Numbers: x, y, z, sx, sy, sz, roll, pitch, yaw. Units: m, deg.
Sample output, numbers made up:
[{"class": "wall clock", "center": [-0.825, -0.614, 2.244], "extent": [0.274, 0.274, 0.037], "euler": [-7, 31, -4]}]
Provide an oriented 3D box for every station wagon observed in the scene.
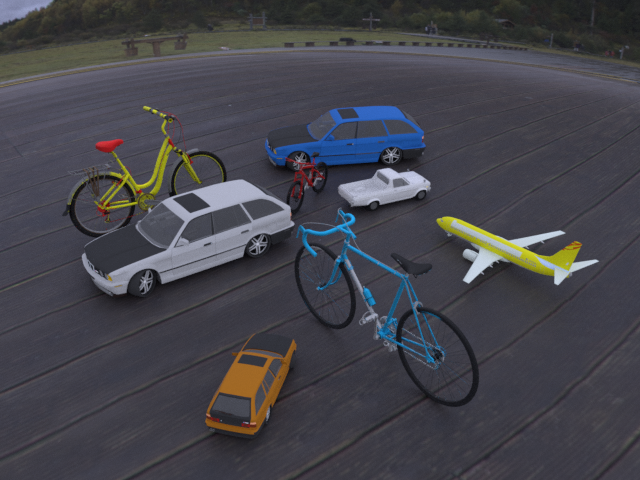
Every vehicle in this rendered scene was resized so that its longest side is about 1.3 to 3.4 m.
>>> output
[{"class": "station wagon", "center": [0.468, -2.053, 13.747], "extent": [3.105, 0.920, 1.327], "euler": [-5, 30, -9]}, {"class": "station wagon", "center": [-1.919, -0.134, 10.311], "extent": [3.105, 0.920, 1.327], "euler": [-20, 35, -31]}, {"class": "station wagon", "center": [-0.729, 1.507, 7.832], "extent": [0.682, 0.473, 1.597], "euler": [7, 30, 13]}]

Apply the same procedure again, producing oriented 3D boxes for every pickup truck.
[{"class": "pickup truck", "center": [1.128, -0.926, 12.148], "extent": [1.603, 0.511, 0.640], "euler": [-13, 32, -22]}]

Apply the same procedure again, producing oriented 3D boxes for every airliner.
[{"class": "airliner", "center": [2.675, -0.048, 10.244], "extent": [2.257, 0.835, 2.541], "euler": [-22, 36, -33]}]

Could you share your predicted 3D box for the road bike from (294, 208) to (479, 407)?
[{"class": "road bike", "center": [0.648, 0.706, 8.053], "extent": [0.696, 1.656, 3.004], "euler": [-23, 36, -34]}]

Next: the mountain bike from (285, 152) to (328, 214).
[{"class": "mountain bike", "center": [-0.209, -1.051, 12.006], "extent": [0.573, 0.868, 1.469], "euler": [14, 32, 23]}]

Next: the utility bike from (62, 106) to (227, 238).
[{"class": "utility bike", "center": [-2.809, -1.134, 11.159], "extent": [2.791, 1.839, 1.039], "euler": [-19, 34, -30]}]
